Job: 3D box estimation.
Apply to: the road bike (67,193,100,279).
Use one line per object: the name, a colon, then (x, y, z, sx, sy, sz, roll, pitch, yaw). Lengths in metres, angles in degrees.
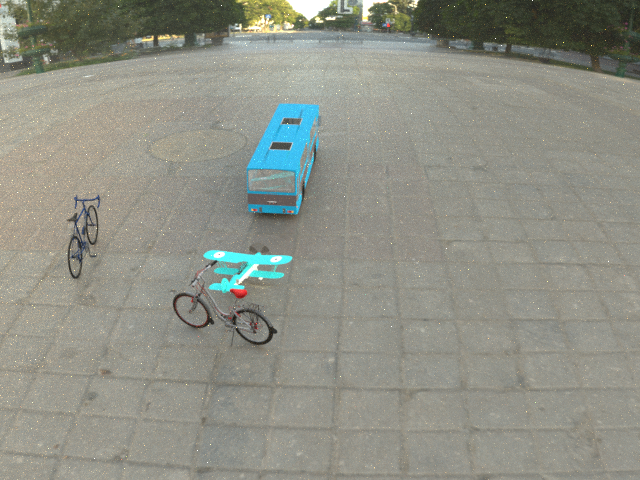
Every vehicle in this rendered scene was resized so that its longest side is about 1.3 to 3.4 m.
road bike: (-3.395, -0.104, 10.012, 0.358, 0.852, 1.545, -1, 29, -2)

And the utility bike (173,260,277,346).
utility bike: (-1.182, 0.799, 8.295, 1.435, 0.946, 0.535, 12, 31, 20)

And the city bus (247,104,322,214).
city bus: (-0.581, -1.483, 12.444, 0.926, 0.894, 3.255, 3, 29, 5)

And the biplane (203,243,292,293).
biplane: (-1.056, 0.427, 9.417, 1.336, 0.504, 1.090, 12, 31, 20)
